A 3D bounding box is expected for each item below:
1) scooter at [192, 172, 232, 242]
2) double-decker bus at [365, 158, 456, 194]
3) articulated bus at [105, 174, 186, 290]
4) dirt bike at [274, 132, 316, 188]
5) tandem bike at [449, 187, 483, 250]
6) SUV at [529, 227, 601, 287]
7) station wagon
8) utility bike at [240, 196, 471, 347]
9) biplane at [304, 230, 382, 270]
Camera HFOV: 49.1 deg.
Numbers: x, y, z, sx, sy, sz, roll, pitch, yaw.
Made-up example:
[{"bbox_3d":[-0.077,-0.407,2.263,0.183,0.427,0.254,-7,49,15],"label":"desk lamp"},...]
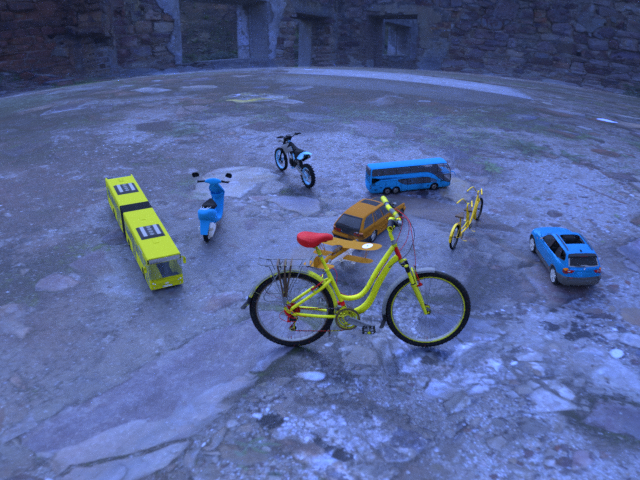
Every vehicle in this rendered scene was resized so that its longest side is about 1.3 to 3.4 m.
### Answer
[{"bbox_3d":[-1.772,-0.612,11.473,0.662,0.919,1.399,2,27,3],"label":"scooter"},{"bbox_3d":[1.674,-1.200,13.038,1.672,0.541,0.389,-6,28,-12],"label":"double-decker bus"},{"bbox_3d":[-2.852,-0.225,11.108,0.605,0.561,3.401,-12,29,-22],"label":"articulated bus"},{"bbox_3d":[-0.506,-1.574,13.424,0.527,0.857,1.493,-16,31,-28],"label":"dirt bike"},{"bbox_3d":[2.384,-0.401,11.320,0.283,0.682,1.642,14,30,26],"label":"tandem bike"},{"bbox_3d":[3.620,0.147,10.357,0.656,0.580,1.572,-1,27,-2],"label":"SUV"},{"bbox_3d":[0.848,-0.421,11.588,0.682,0.473,1.597,17,31,29],"label":"station wagon"},{"bbox_3d":[0.430,0.437,8.408,2.791,1.839,1.039,0,27,1],"label":"utility bike"},{"bbox_3d":[0.234,0.207,10.325,1.336,0.504,1.090,20,33,33],"label":"biplane"}]
